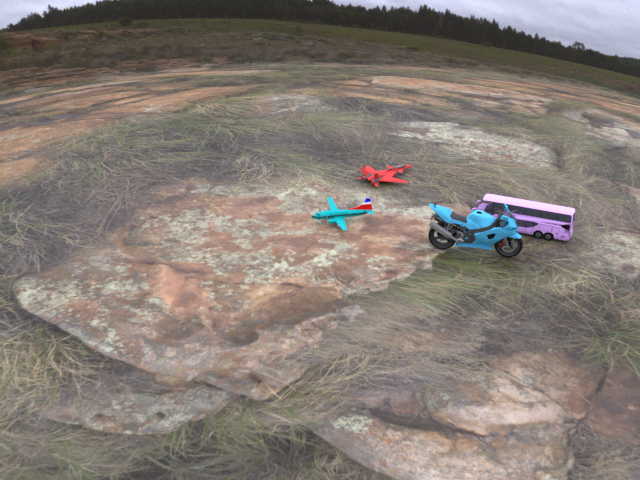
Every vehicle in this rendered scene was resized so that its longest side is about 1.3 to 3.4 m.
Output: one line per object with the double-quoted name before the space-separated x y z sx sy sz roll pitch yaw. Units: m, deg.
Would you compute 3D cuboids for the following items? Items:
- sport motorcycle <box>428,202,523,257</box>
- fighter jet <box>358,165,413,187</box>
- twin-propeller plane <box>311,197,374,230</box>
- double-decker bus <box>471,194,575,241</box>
"sport motorcycle" 2.464 -0.164 11.121 1.520 0.821 0.506 7 29 14
"fighter jet" 1.416 -1.420 14.072 1.358 0.286 1.147 -22 35 -35
"twin-propeller plane" 0.387 -0.509 12.217 1.095 0.407 1.370 -5 28 -10
"double-decker bus" 3.422 -0.395 11.859 1.672 0.541 0.389 12 30 22
